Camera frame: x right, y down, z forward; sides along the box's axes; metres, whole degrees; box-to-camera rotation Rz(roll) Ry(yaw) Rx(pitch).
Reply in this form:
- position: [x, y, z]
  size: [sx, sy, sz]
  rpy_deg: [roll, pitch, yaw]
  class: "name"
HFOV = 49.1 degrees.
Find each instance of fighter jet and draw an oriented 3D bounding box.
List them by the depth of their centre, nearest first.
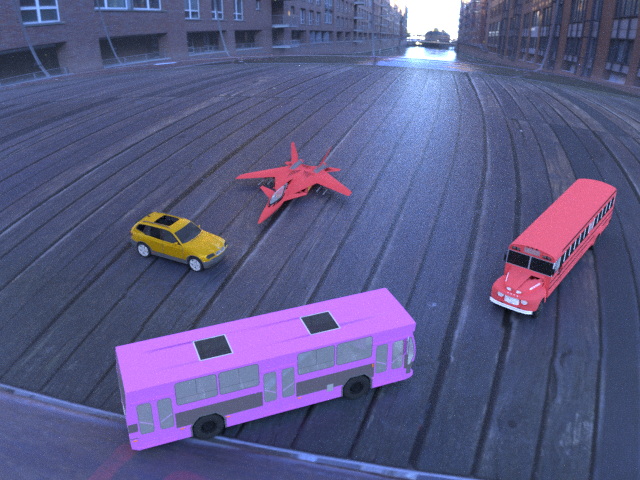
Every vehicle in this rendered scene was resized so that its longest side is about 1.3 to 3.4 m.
- position: [-0.573, -1.027, 12.590]
  size: [2.229, 0.557, 2.640]
  rpy_deg: [10, 31, 17]
  class: "fighter jet"

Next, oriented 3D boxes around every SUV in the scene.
- position: [-2.175, -0.018, 10.756]
  size: [1.572, 0.580, 0.656]
  rpy_deg: [14, 32, 23]
  class: "SUV"

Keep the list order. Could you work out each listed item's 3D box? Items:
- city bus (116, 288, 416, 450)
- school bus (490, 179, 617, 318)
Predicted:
- position: [-0.556, 1.419, 7.854]
  size: [3.255, 0.894, 0.926]
  rpy_deg: [-11, 31, -18]
  class: "city bus"
- position: [3.515, 0.039, 10.382]
  size: [0.709, 0.844, 3.322]
  rpy_deg: [20, 35, 32]
  class: "school bus"
